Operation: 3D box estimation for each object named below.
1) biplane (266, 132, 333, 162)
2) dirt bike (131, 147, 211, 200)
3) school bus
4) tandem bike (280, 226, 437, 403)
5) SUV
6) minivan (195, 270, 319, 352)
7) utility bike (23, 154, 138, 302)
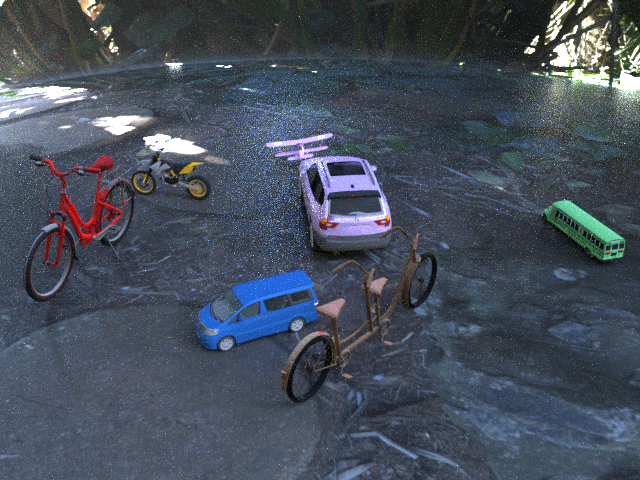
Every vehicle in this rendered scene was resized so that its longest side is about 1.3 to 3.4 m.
[{"bbox_3d":[-0.408,-1.798,13.956,1.336,0.504,1.090,-1,28,-1],"label":"biplane"},{"bbox_3d":[-2.654,-1.142,12.342,1.493,0.857,0.527,5,28,10],"label":"dirt bike"},{"bbox_3d":[4.088,-0.191,11.001,0.365,0.434,1.708,-8,29,-14],"label":"school bus"},{"bbox_3d":[0.586,0.743,8.287,0.550,1.326,3.192,20,34,33],"label":"tandem bike"},{"bbox_3d":[0.357,-0.806,11.421,1.276,1.128,3.058,-3,28,-6],"label":"SUV"},{"bbox_3d":[-0.802,0.866,8.813,1.548,0.616,0.681,-12,30,-22],"label":"minivan"},{"bbox_3d":[-3.266,-0.406,9.908,1.039,1.839,2.791,8,29,15],"label":"utility bike"}]
